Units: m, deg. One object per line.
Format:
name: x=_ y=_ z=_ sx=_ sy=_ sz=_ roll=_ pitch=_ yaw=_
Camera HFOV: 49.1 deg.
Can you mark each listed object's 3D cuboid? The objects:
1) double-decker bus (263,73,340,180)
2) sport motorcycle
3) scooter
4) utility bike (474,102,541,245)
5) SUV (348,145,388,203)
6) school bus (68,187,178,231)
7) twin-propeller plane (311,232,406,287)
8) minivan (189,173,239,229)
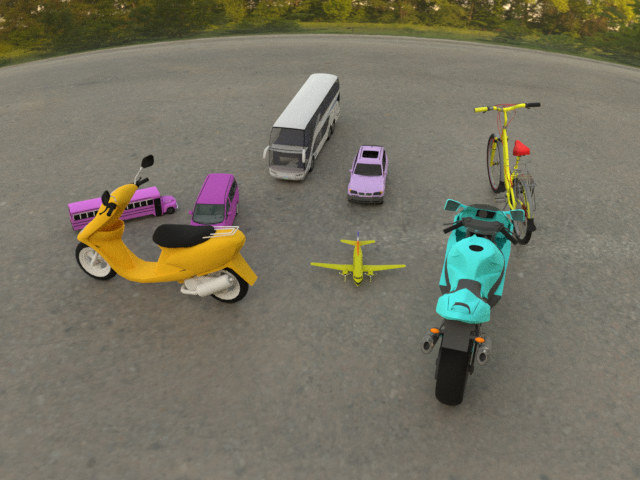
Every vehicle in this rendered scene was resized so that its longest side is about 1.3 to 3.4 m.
double-decker bus: x=-0.256 y=-2.216 z=13.535 sx=0.756 sy=1.052 sz=3.251 roll=7 pitch=33 yaw=11
sport motorcycle: x=1.812 y=0.625 z=8.466 sx=0.983 sy=1.596 sz=2.955 roll=10 pitch=33 yaw=15
scooter: x=-2.165 y=-0.049 z=9.368 sx=2.721 sy=1.786 sz=1.288 roll=9 pitch=33 yaw=14
utility bike: x=2.947 y=-1.187 z=11.142 sx=1.039 sy=1.839 sz=2.791 roll=-1 pitch=32 yaw=-1
SUV: x=0.861 y=-1.180 z=12.320 sx=0.656 sy=0.580 sz=1.572 roll=4 pitch=32 yaw=7
school bus: x=-3.187 y=-0.526 z=11.410 sx=1.708 sy=0.434 sz=0.365 roll=-14 pitch=35 yaw=-21
twin-propeller plane: x=0.551 y=0.280 z=10.143 sx=1.370 sy=0.407 sz=1.095 roll=1 pitch=32 yaw=2
minivan: x=-1.682 y=-0.476 z=11.158 sx=0.681 sy=0.616 sz=1.548 roll=2 pitch=32 yaw=3
